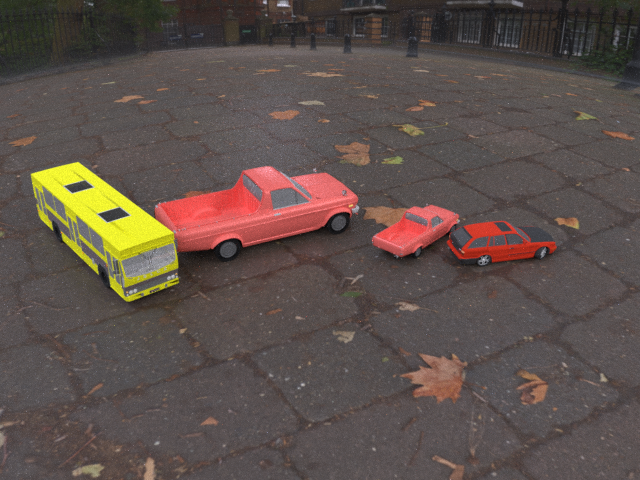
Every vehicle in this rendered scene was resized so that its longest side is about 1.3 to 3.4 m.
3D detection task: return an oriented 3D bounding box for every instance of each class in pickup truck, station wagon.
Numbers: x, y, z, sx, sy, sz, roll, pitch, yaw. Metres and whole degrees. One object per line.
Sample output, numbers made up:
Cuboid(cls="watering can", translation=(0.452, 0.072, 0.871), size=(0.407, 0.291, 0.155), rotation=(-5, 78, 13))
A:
Cuboid(cls="pickup truck", translation=(1.503, -0.187, 10.799), size=(0.640, 0.511, 1.603), rotation=(23, 36, 36))
Cuboid(cls="station wagon", translation=(2.746, 0.000, 10.497), size=(1.597, 0.473, 0.682), rotation=(-6, 29, -11))
Cuboid(cls="pickup truck", translation=(-0.950, -0.527, 10.919), size=(3.117, 0.993, 1.244), rotation=(-14, 32, -24))

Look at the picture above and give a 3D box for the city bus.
Cuboid(cls="city bus", translation=(-3.260, -0.184, 10.394), size=(0.926, 0.894, 3.255), rotation=(-21, 35, -34))
